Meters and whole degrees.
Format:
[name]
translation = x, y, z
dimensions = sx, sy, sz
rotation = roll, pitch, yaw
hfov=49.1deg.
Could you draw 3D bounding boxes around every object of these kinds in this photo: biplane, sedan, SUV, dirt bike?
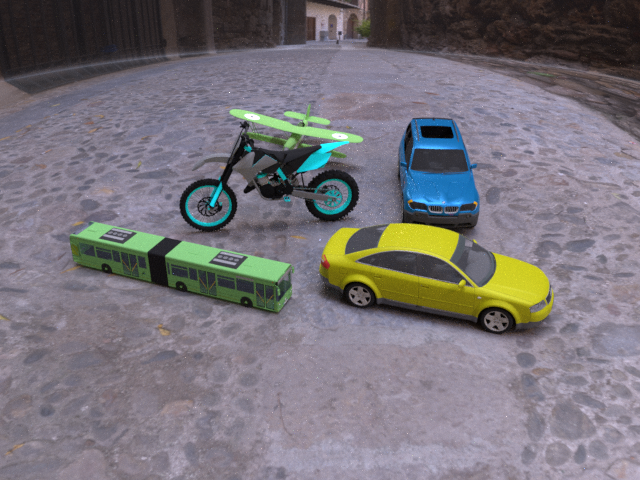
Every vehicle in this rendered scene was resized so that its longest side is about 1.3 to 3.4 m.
[biplane]
translation = -0.395, -2.091, 13.768
dimensions = 2.598, 0.981, 2.120
rotation = 6, 30, 10
[sedan]
translation = 1.543, 0.385, 9.427
dimensions = 3.137, 0.940, 1.235
rotation = 10, 31, 17
[SUV]
translation = 2.002, -1.235, 12.102
dimensions = 1.276, 1.128, 3.058
rotation = 2, 30, 3
[dirt bike]
translation = -0.784, -0.953, 11.058
dimensions = 2.903, 1.666, 1.024
rotation = -5, 30, -10

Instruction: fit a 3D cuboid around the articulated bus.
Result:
[articulated bus]
translation = -1.993, 0.344, 9.883
dimensions = 3.401, 0.561, 0.605
rotation = 11, 31, 19
